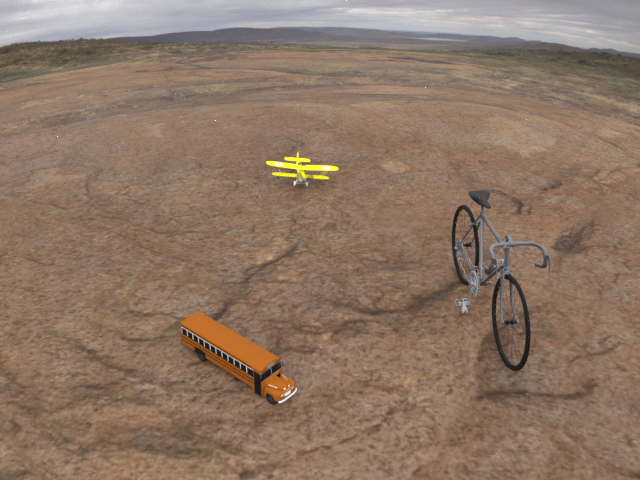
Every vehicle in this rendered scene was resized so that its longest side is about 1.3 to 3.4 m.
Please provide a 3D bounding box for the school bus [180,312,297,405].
[{"bbox_3d":[-0.996,1.406,8.426,1.708,0.434,0.365,23,37,34],"label":"school bus"}]

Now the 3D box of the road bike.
[{"bbox_3d":[2.177,0.318,9.090,0.697,1.656,3.004,-3,30,-6],"label":"road bike"}]

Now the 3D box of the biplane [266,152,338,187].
[{"bbox_3d":[-0.344,-1.321,13.089,1.336,0.504,1.090,-5,30,-8],"label":"biplane"}]
